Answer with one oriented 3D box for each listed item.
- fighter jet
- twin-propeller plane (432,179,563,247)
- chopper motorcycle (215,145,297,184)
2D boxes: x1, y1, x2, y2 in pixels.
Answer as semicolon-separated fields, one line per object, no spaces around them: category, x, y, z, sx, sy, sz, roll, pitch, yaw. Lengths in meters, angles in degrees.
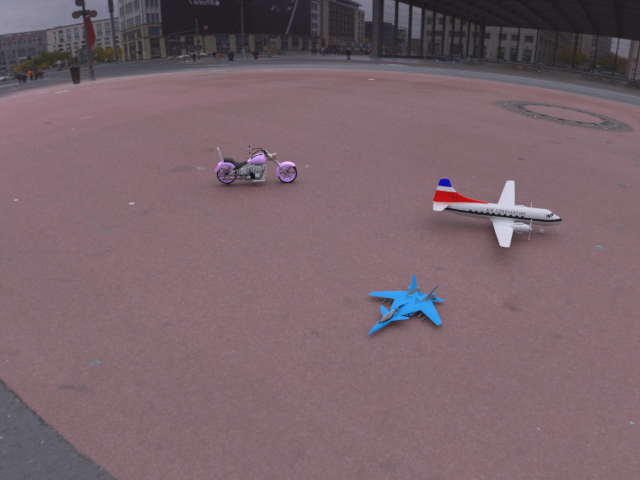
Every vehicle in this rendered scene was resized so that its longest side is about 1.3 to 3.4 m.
fighter jet;1.064;0.895;9.362;1.147;0.286;1.358;22;35;36
twin-propeller plane;2.937;-0.561;11.614;2.129;0.792;2.663;7;28;14
chopper motorcycle;-1.218;-1.432;13.324;1.563;0.761;0.466;-3;28;-6
